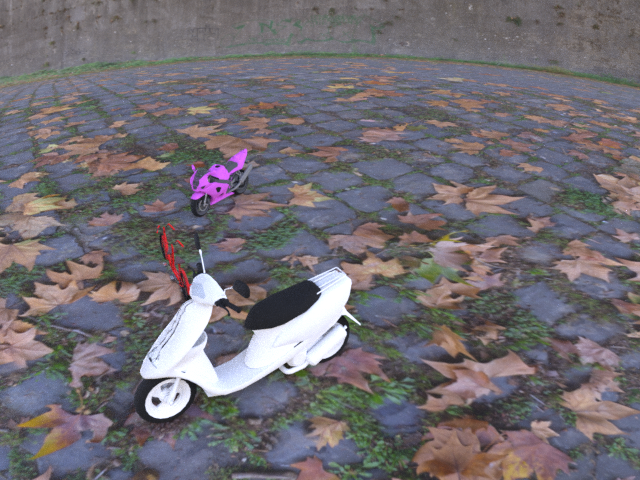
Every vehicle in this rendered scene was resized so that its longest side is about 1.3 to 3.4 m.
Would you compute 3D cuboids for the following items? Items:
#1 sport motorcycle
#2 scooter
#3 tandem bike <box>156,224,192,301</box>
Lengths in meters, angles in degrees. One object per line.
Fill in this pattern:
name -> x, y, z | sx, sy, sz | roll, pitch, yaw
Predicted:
sport motorcycle -> -1.708, -0.988, 11.975 | 0.506, 0.821, 1.520 | 16, 32, 27
scooter -> -0.736, 0.877, 7.519 | 2.721, 1.786, 1.288 | -16, 32, -27
tandem bike -> -2.066, 0.248, 9.839 | 0.283, 0.682, 1.642 | -12, 31, -21
